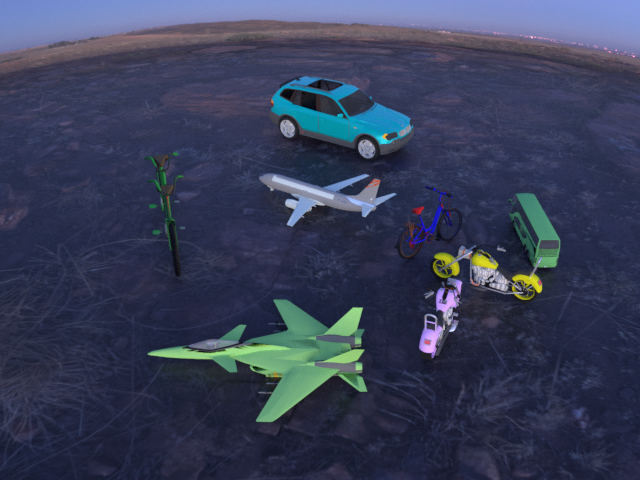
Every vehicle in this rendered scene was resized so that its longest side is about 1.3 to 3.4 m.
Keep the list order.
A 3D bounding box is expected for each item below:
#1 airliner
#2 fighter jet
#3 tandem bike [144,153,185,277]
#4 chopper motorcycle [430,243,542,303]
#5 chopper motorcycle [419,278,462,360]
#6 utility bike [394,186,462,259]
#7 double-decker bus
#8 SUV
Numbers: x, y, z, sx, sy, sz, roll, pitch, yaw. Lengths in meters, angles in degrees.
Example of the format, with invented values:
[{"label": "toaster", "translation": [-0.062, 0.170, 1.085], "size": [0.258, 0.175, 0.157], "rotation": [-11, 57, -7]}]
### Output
[{"label": "airliner", "translation": [-0.052, -0.940, 11.755], "size": [2.541, 0.835, 2.257], "rotation": [20, 36, 30]}, {"label": "fighter jet", "translation": [-0.767, 1.246, 8.349], "size": [2.640, 0.557, 2.229], "rotation": [1, 31, 1]}, {"label": "tandem bike", "translation": [-2.389, -0.686, 10.848], "size": [0.550, 1.326, 3.192], "rotation": [-8, 32, -13]}, {"label": "chopper motorcycle", "translation": [2.278, 0.375, 9.615], "size": [1.563, 0.761, 0.466], "rotation": [17, 35, 26]}, {"label": "chopper motorcycle", "translation": [1.556, 0.856, 8.806], "size": [0.466, 0.761, 1.563], "rotation": [12, 33, 20]}, {"label": "utility bike", "translation": [1.630, -0.293, 10.558], "size": [1.435, 0.946, 0.535], "rotation": [-22, 37, -32]}, {"label": "double-decker bus", "translation": [3.279, -0.195, 10.788], "size": [0.389, 0.541, 1.672], "rotation": [0, 31, 0]}, {"label": "SUV", "translation": [0.406, -2.557, 14.188], "size": [3.058, 1.128, 1.276], "rotation": [19, 36, 29]}]
